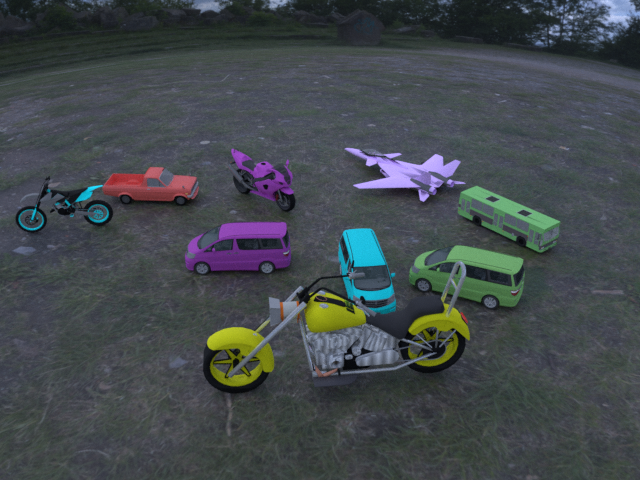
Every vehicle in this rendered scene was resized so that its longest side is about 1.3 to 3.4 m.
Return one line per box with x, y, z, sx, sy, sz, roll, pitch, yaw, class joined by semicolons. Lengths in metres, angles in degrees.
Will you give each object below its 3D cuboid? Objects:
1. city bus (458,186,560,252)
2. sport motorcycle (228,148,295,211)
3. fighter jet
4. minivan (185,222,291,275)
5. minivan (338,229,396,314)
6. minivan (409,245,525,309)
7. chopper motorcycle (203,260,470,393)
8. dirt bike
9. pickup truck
2.982;-0.335;11.181;0.476;0.460;1.674;-21;36;-33;city bus
-0.988;-1.040;12.061;1.520;0.821;0.506;24;37;36;sport motorcycle
1.358;-1.495;13.133;2.229;0.557;2.640;-23;37;-34;fighter jet
-1.205;0.096;10.260;1.548;0.616;0.681;-1;29;-1;minivan
0.633;0.444;9.645;0.681;0.616;1.548;-3;30;-6;minivan
2.011;0.441;9.649;1.548;0.616;0.681;13;32;22;minivan
0.199;0.976;7.825;3.040;1.480;0.906;-3;30;-6;chopper motorcycle
-4.097;-0.547;11.153;1.493;0.857;0.527;-7;30;-12;dirt bike
-2.954;-0.972;12.256;1.603;0.511;0.640;2;30;3;pickup truck
